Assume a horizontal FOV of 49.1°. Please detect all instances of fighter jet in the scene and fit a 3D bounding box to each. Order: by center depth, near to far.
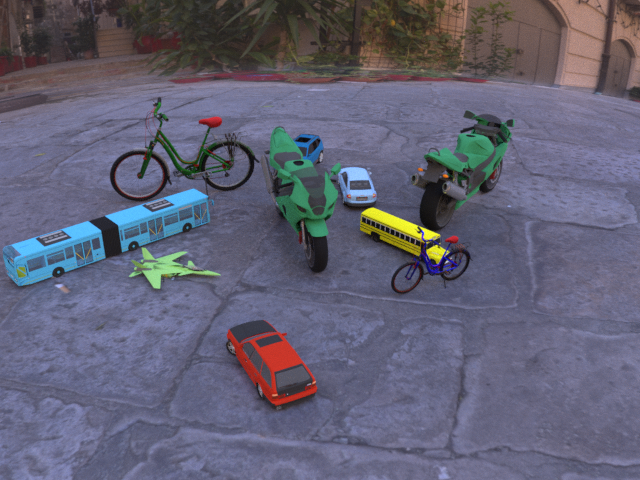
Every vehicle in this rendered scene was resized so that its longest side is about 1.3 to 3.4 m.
[{"bbox_3d":[-2.164,0.393,10.651,1.358,0.286,1.147,5,28,10],"label":"fighter jet"}]

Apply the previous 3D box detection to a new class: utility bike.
[{"bbox_3d":[1.680,0.294,10.124,1.435,0.946,0.535,-13,30,-24],"label":"utility bike"},{"bbox_3d":[-2.453,-1.606,12.822,2.791,1.839,1.039,-8,29,-16],"label":"utility bike"}]

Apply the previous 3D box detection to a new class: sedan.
[{"bbox_3d":[0.694,-1.092,13.303,0.635,0.483,1.613,-2,27,-4],"label":"sedan"}]

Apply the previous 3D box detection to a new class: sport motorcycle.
[{"bbox_3d":[-0.355,-0.724,11.383,0.983,1.596,2.955,-7,28,-14],"label":"sport motorcycle"},{"bbox_3d":[2.598,-1.271,12.439,0.983,1.596,2.955,19,33,32],"label":"sport motorcycle"}]

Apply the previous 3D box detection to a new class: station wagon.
[{"bbox_3d":[-0.627,1.395,8.513,0.682,0.473,1.597,-13,30,-24],"label":"station wagon"}]

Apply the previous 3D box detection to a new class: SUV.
[{"bbox_3d":[-0.420,-1.752,14.472,0.656,0.580,1.572,10,29,18],"label":"SUV"}]

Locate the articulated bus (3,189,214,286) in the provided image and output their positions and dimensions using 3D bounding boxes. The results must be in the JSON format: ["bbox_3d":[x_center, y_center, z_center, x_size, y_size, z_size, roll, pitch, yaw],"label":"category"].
[{"bbox_3d":[-3.294,-0.103,11.310,3.401,0.561,0.605,-22,35,-36],"label":"articulated bus"}]

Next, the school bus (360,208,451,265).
[{"bbox_3d":[1.381,-0.053,11.351,0.365,0.434,1.708,-24,36,-38],"label":"school bus"}]
